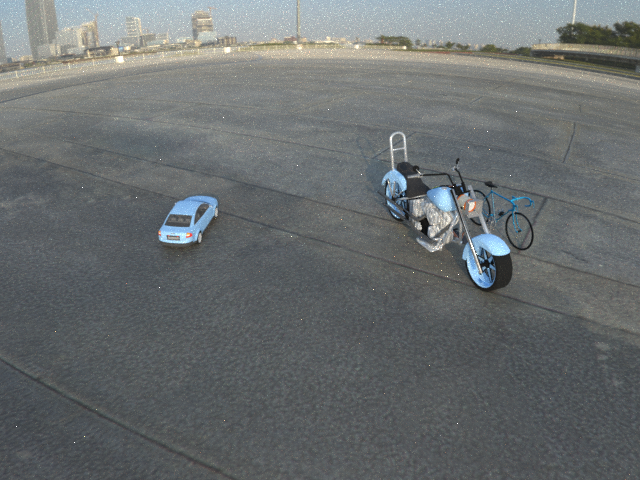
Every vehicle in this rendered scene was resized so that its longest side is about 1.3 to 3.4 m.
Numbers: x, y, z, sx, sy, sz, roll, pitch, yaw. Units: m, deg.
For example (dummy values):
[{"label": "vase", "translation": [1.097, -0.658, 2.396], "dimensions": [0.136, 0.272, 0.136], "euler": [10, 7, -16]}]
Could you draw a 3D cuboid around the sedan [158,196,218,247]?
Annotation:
[{"label": "sedan", "translation": [-2.082, -0.385, 11.196], "dimensions": [0.635, 0.483, 1.613], "euler": [4, 28, 8]}]

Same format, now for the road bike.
[{"label": "road bike", "translation": [2.786, -0.438, 10.902], "dimensions": [0.358, 0.852, 1.545], "euler": [-14, 31, -25]}]

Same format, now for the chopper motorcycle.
[{"label": "chopper motorcycle", "translation": [1.797, -0.484, 10.315], "dimensions": [0.906, 1.480, 3.040], "euler": [-13, 30, -22]}]
